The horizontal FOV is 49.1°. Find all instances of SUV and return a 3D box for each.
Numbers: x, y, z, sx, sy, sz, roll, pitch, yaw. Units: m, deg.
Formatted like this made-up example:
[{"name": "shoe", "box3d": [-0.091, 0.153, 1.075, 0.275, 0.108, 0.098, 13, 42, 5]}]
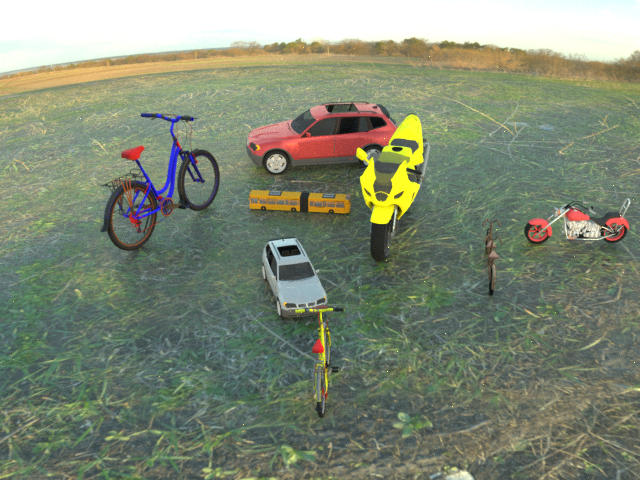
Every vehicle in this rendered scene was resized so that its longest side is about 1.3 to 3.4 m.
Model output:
[{"name": "SUV", "box3d": [0.062, -2.078, 13.873, 3.058, 1.128, 1.276, -4, 27, -8]}, {"name": "SUV", "box3d": [-0.373, 0.472, 9.467, 0.656, 0.580, 1.572, -7, 28, -14]}]

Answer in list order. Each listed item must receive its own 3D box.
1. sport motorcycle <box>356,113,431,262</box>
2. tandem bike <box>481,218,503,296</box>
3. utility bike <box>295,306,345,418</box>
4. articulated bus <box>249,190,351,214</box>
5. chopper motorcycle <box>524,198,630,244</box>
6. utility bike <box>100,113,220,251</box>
[{"name": "sport motorcycle", "box3d": [1.200, -0.896, 11.035, 0.983, 1.596, 2.955, 7, 28, 14]}, {"name": "tandem bike", "box3d": [2.428, 0.173, 9.942, 0.283, 0.682, 1.642, 4, 27, 9]}, {"name": "utility bike", "box3d": [-0.015, 1.225, 7.585, 0.535, 0.946, 1.435, 2, 27, 4]}, {"name": "articulated bus", "box3d": [-0.354, -0.656, 12.005, 1.749, 0.289, 0.311, 3, 27, 6]}, {"name": "chopper motorcycle", "box3d": [3.969, -0.293, 10.771, 1.563, 0.761, 0.466, 1, 27, 2]}, {"name": "utility bike", "box3d": [-2.553, -1.034, 11.039, 1.039, 1.839, 2.791, 14, 30, 26]}]
